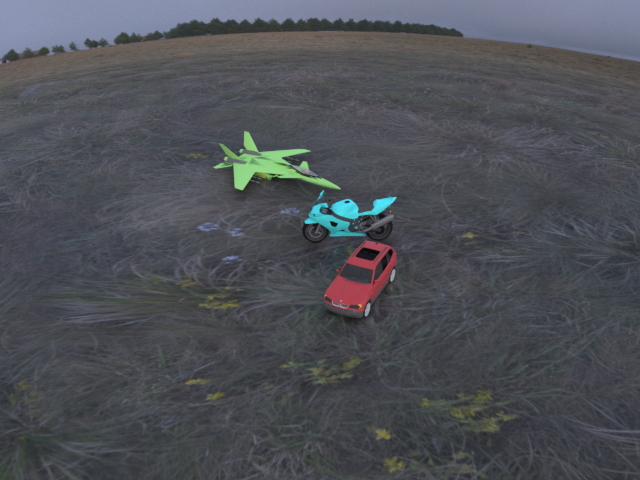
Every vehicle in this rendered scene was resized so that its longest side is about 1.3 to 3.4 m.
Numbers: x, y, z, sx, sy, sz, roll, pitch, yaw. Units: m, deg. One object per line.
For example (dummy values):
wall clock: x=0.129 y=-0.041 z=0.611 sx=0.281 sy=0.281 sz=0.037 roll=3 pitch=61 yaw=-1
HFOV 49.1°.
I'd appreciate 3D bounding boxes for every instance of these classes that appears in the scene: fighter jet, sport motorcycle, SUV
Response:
fighter jet: x=-0.711 y=-1.464 z=13.547 sx=2.640 sy=0.557 sz=2.229 roll=19 pitch=35 yaw=29
sport motorcycle: x=0.467 y=-0.347 z=11.355 sx=1.520 sy=0.821 sz=0.506 roll=-2 pitch=30 yaw=-4
SUV: x=0.607 y=0.522 z=10.095 sx=0.656 sy=0.580 sz=1.572 roll=14 pitch=33 yaw=22
